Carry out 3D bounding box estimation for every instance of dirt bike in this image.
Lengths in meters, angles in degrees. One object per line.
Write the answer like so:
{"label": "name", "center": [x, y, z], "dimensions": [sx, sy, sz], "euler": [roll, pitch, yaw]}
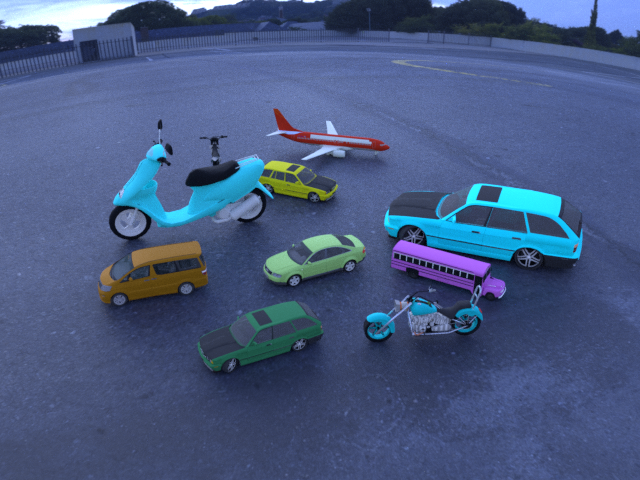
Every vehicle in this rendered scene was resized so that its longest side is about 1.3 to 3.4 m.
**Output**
{"label": "dirt bike", "center": [-1.990, -1.510, 13.305], "dimensions": [0.527, 0.857, 1.493], "euler": [-4, 30, -7]}

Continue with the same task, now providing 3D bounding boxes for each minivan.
{"label": "minivan", "center": [-2.420, 0.460, 10.095], "dimensions": [1.548, 0.616, 0.681], "euler": [-9, 31, -15]}

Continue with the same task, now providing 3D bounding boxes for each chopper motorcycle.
{"label": "chopper motorcycle", "center": [1.349, 0.954, 9.081], "dimensions": [1.563, 0.761, 0.466], "euler": [-2, 30, -4]}

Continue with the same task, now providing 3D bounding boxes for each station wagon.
{"label": "station wagon", "center": [-0.768, 1.191, 8.957], "dimensions": [1.597, 0.473, 0.682], "euler": [-14, 33, -23]}
{"label": "station wagon", "center": [-0.459, -1.119, 13.008], "dimensions": [1.597, 0.473, 0.682], "euler": [13, 32, 21]}
{"label": "station wagon", "center": [2.592, -0.353, 11.212], "dimensions": [3.105, 0.920, 1.327], "euler": [10, 31, 18]}

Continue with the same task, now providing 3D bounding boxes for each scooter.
{"label": "scooter", "center": [-2.114, -0.954, 11.393], "dimensions": [2.721, 1.786, 1.288], "euler": [-9, 31, -16]}

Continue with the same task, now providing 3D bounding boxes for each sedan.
{"label": "sedan", "center": [-0.078, 0.247, 10.602], "dimensions": [1.613, 0.483, 0.635], "euler": [-14, 32, -23]}

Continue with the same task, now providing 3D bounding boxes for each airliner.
{"label": "airliner", "center": [0.212, -2.258, 14.640], "dimensions": [2.541, 0.835, 2.257], "euler": [7, 30, 11]}

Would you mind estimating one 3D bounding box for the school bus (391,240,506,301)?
{"label": "school bus", "center": [1.892, 0.437, 10.317], "dimensions": [1.708, 0.434, 0.365], "euler": [16, 33, 26]}
